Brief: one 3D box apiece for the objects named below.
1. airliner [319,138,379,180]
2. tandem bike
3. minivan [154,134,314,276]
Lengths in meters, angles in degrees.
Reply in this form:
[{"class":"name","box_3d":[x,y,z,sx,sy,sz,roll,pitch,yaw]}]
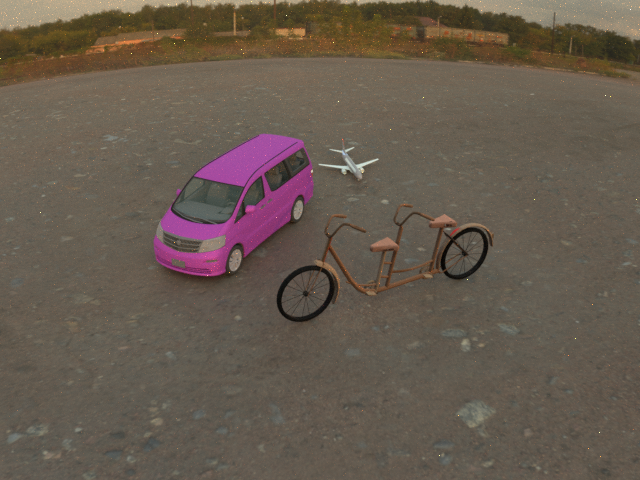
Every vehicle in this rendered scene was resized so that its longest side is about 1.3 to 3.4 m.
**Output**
[{"class":"airliner","box_3d":[0.575,-1.487,12.956,1.161,0.429,1.307,-6,28,-12]},{"class":"tandem bike","box_3d":[0.920,0.172,8.812,3.192,1.326,0.550,-13,30,-23]},{"class":"minivan","box_3d":[-1.217,-0.586,10.402,1.324,1.197,3.011,13,30,23]}]
